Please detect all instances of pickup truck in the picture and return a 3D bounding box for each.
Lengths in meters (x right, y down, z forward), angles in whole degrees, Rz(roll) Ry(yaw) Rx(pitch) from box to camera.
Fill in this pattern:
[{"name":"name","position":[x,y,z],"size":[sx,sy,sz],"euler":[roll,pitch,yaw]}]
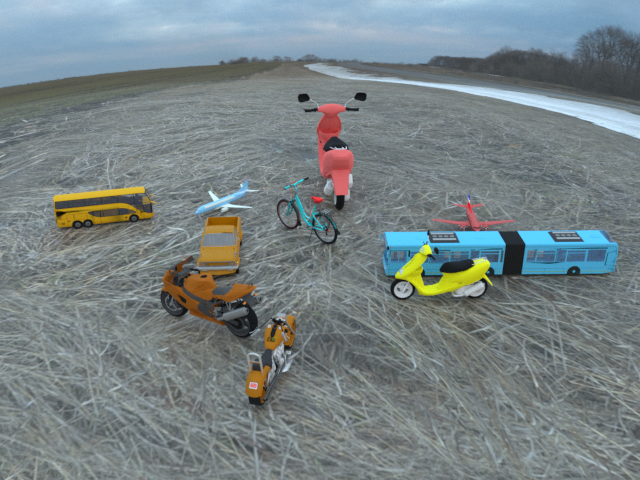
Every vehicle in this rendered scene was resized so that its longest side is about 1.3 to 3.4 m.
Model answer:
[{"name":"pickup truck","position":[-1.526,0.016,10.762],"size":[0.640,0.511,1.603],"euler":[-2,25,-3]}]

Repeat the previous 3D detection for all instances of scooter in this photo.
[{"name":"scooter","position":[1.661,0.395,9.488],"size":[1.399,0.919,0.662],"euler":[-1,25,-2]},{"name":"scooter","position":[0.256,-1.776,13.049],"size":[1.288,1.786,2.721],"euler":[-2,25,-5]}]

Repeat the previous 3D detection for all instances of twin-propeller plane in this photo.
[{"name":"twin-propeller plane","position":[2.565,-0.401,11.761],"size":[1.370,0.407,1.095],"euler":[1,25,2]}]

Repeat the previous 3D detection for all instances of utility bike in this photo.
[{"name":"utility bike","position":[-0.245,-0.463,11.264],"size":[1.435,0.946,0.535],"euler":[22,33,39]}]

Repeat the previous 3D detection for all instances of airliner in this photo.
[{"name":"airliner","position":[-1.728,-0.778,12.528],"size":[1.161,0.429,1.307],"euler":[21,33,37]}]

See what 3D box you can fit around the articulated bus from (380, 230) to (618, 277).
[{"name":"articulated bus","position":[2.604,0.190,10.336],"size":[3.401,0.561,0.605],"euler":[0,25,-1]}]

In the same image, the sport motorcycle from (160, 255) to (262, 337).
[{"name":"sport motorcycle","position":[-1.428,0.737,8.880],"size":[1.520,0.821,0.506],"euler":[13,28,25]}]

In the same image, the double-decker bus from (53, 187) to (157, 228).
[{"name":"double-decker bus","position":[-3.649,-0.562,11.943],"size":[1.672,0.541,0.389],"euler":[-7,26,-15]}]

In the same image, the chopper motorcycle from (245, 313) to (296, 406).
[{"name":"chopper motorcycle","position":[-0.528,1.210,7.955],"size":[0.466,0.761,1.563],"euler":[6,26,11]}]
